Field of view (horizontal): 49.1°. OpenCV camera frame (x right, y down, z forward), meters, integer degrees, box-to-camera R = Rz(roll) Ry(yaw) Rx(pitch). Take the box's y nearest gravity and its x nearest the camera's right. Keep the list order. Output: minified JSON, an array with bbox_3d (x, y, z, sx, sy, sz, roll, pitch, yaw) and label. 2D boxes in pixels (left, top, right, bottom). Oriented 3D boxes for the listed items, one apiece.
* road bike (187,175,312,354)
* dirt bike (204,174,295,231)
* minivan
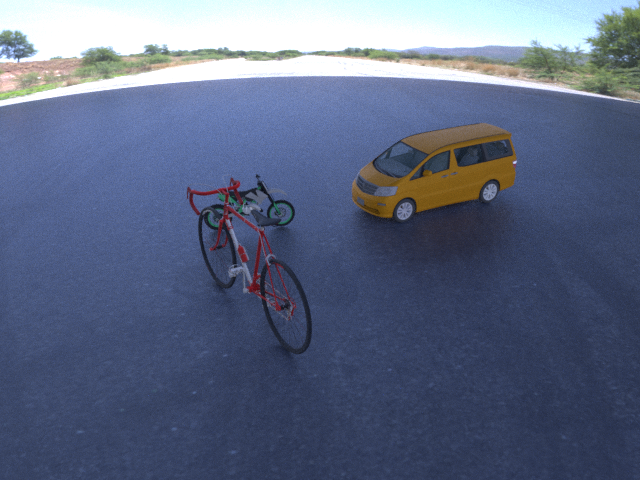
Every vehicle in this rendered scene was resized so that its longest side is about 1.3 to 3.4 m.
[{"bbox_3d":[-0.916,0.222,8.809,0.696,1.656,3.004,-16,30,-29],"label":"road bike"},{"bbox_3d":[-1.152,-0.582,11.388,1.493,0.857,0.527,-4,26,-8],"label":"dirt bike"},{"bbox_3d":[2.019,-1.243,12.366,3.011,1.197,1.324,-13,29,-25],"label":"minivan"}]
